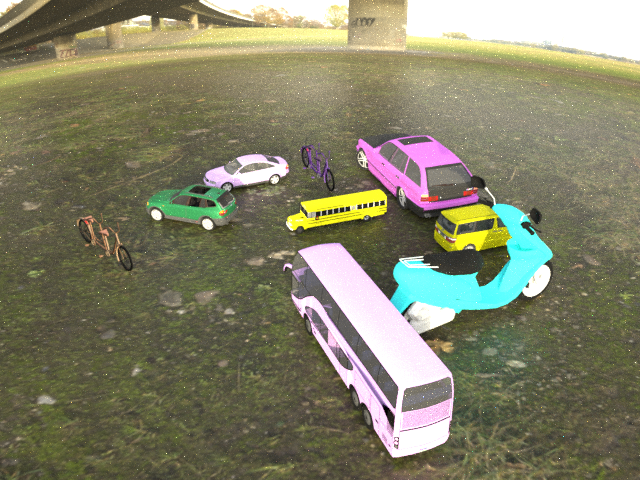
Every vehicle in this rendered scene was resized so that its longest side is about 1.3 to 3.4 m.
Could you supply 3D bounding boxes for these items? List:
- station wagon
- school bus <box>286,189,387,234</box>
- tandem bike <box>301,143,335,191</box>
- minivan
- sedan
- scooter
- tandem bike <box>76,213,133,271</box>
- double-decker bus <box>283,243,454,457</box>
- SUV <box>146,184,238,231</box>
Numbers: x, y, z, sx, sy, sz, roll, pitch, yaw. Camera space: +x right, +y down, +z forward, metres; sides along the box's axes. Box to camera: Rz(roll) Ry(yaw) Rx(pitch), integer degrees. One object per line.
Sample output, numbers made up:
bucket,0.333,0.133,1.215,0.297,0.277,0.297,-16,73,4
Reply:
station wagon,1.689,-1.426,12.845,1.327,0.920,3.105,-10,30,-17
school bus,0.275,-0.485,11.652,1.708,0.434,0.365,-11,31,-18
tandem bike,-0.054,-1.481,13.189,0.283,0.682,1.642,-11,31,-19
minivan,2.586,-0.215,10.981,1.548,0.616,0.681,-10,31,-18
sedan,-1.373,-1.290,13.049,1.613,0.483,0.635,-12,31,-21
scooter,2.007,0.268,8.909,2.721,1.786,1.288,-14,32,-24
tandem bike,-3.301,-0.063,10.640,0.283,0.682,1.642,-25,38,-38
double-decker bus,0.455,1.082,8.200,0.756,1.052,3.251,-11,31,-19
SUV,-2.154,-0.618,11.741,1.572,0.580,0.656,10,31,18
